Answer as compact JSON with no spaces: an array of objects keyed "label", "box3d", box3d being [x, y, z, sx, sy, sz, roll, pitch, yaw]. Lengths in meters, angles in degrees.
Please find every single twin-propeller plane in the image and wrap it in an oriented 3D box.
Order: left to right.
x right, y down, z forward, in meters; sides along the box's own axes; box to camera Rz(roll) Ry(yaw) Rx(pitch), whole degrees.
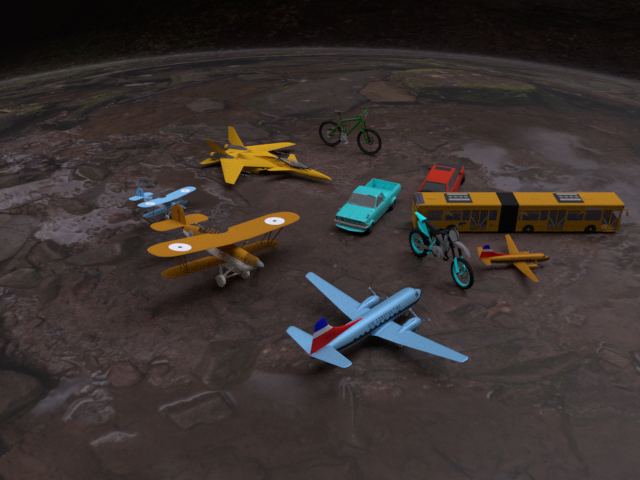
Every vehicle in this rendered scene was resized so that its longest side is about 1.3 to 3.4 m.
[{"label":"twin-propeller plane","box3d":[0.634,0.952,8.839,2.129,0.792,2.663,-26,39,-38]},{"label":"twin-propeller plane","box3d":[2.924,0.231,10.489,1.095,0.407,1.370,-2,30,-4]}]

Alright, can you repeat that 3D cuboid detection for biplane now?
[{"label":"biplane","box3d":[-2.701,-0.645,11.927,1.090,0.504,1.336,15,33,25]},{"label":"biplane","box3d":[-1.512,0.024,10.274,2.120,0.981,2.598,25,38,37]}]

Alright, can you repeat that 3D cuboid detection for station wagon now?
[{"label":"station wagon","box3d":[2.231,-1.099,12.753,0.682,0.473,1.597,11,31,18]}]

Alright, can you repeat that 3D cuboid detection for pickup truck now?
[{"label":"pickup truck","box3d":[0.836,-0.649,11.928,0.640,0.511,1.603,14,33,23]}]

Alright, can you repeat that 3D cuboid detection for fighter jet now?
[{"label":"fighter jet","box3d":[-0.941,-1.596,13.540,2.640,0.557,2.229,15,33,25]}]

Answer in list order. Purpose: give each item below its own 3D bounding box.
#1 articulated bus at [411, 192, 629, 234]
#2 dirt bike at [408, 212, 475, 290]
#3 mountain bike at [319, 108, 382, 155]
[{"label":"articulated bus","box3d":[3.245,-0.459,11.544,3.401,0.561,0.605,0,30,0]},{"label":"dirt bike","box3d":[1.781,0.093,10.278,0.527,0.857,1.493,-16,33,-25]},{"label":"mountain bike","box3d":[0.609,-2.251,14.374,1.469,0.868,0.573,17,34,27]}]
